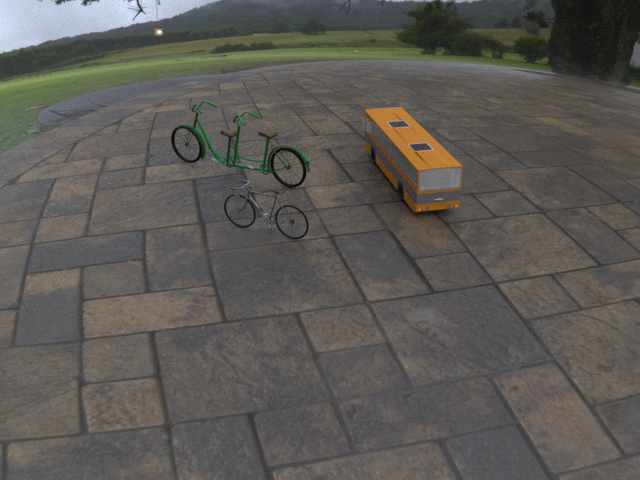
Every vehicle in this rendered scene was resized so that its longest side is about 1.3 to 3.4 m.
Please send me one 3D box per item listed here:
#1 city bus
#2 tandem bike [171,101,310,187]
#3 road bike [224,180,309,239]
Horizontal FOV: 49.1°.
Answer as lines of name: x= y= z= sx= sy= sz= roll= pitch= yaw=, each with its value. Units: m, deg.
city bus: x=1.634 y=-1.537 z=13.058 sx=0.926 sy=0.894 sz=3.255 roll=-6 pitch=29 yaw=-11
tandem bike: x=-1.574 y=-1.832 z=13.147 sx=3.192 sy=1.326 sz=0.550 roll=15 pitch=32 yaw=25
road bike: x=-0.878 y=-0.489 z=11.191 sx=1.545 sy=0.852 sz=0.358 roll=13 pitch=31 yaw=22
